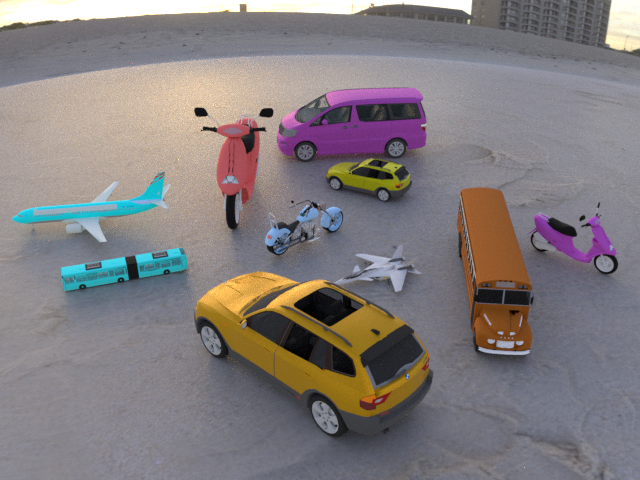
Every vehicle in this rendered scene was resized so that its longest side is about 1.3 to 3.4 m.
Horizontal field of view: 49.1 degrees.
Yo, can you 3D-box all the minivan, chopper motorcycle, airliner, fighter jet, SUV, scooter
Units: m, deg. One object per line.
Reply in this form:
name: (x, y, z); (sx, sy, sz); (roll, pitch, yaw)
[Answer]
minivan: (0.627, -2.383, 14.196); (3.011, 1.197, 1.324); (-3, 29, -5)
chopper motorcycle: (-0.217, -0.288, 10.806); (1.563, 0.761, 0.466); (-25, 37, -38)
airliner: (-3.723, -0.643, 11.381); (2.541, 0.835, 2.257); (-4, 29, -8)
fighter jet: (0.729, 0.421, 10.001); (1.358, 0.286, 1.147); (-14, 31, -23)
SUV: (-0.171, 1.046, 7.974); (3.058, 1.128, 1.276); (25, 37, 38)
scooter: (-1.380, -1.490, 11.941); (1.288, 1.786, 2.721); (1, 29, 1)
scooter: (3.734, -0.089, 10.276); (1.399, 0.919, 0.662); (23, 36, 36)
SUV: (0.870, -1.161, 12.598); (1.572, 0.580, 0.656); (16, 32, 26)

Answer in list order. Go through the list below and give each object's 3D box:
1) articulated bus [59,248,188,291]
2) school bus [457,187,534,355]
articulated bus: (-2.790, 0.413, 10.014); (1.749, 0.289, 0.311); (-10, 30, -17)
school bus: (2.345, 0.328, 9.588); (0.709, 0.844, 3.322); (3, 29, 5)
